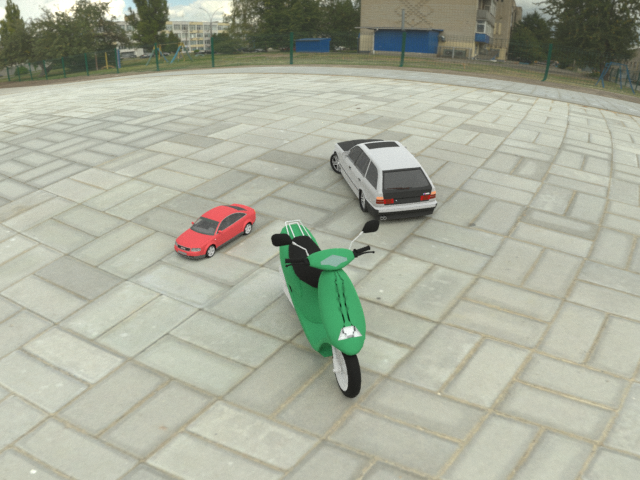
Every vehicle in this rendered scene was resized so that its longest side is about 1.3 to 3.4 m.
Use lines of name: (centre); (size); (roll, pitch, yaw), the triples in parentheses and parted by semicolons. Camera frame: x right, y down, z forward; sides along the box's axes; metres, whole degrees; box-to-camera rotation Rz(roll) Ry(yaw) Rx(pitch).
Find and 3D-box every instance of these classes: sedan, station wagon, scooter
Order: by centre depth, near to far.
scooter: (-0.019, 0.502, 8.520); (1.288, 1.786, 2.721); (-9, 29, -16)
sedan: (-1.674, -0.203, 11.262); (0.635, 0.483, 1.613); (16, 32, 28)
station wagon: (1.110, -1.361, 12.997); (1.327, 0.920, 3.105); (-6, 28, -12)
